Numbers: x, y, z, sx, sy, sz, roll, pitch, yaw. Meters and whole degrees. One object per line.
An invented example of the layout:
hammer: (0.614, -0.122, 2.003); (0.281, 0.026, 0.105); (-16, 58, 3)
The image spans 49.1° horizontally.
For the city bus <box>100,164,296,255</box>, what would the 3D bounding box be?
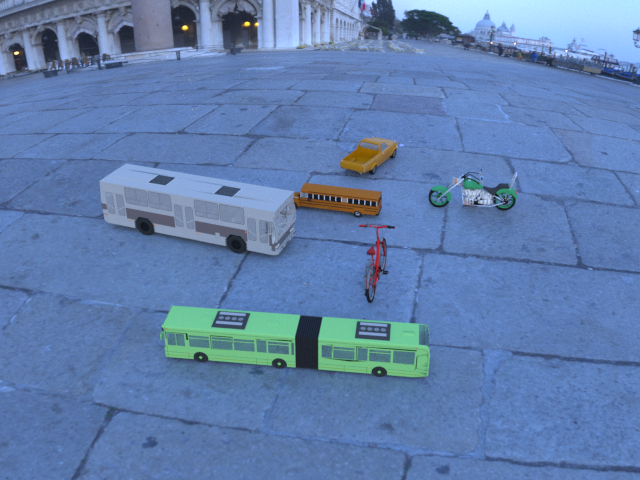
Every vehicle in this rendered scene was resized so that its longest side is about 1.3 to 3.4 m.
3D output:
city bus: (-2.050, -0.504, 11.709); (3.255, 0.894, 0.926); (11, 31, 18)

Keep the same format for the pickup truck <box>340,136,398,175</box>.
pickup truck: (1.023, -1.779, 14.327); (0.640, 0.511, 1.603); (16, 33, 26)

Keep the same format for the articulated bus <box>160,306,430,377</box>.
articulated bus: (-0.325, 1.285, 8.915); (3.401, 0.561, 0.605); (4, 30, 6)

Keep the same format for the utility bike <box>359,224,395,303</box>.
utility bike: (0.787, 0.264, 10.314); (0.535, 0.946, 1.435); (8, 31, 13)

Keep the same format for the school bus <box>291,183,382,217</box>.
school bus: (0.247, -0.729, 12.567); (1.708, 0.434, 0.365); (8, 31, 13)

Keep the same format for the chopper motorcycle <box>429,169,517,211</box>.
chopper motorcycle: (2.750, -0.905, 12.545); (1.563, 0.761, 0.466); (5, 30, 8)
